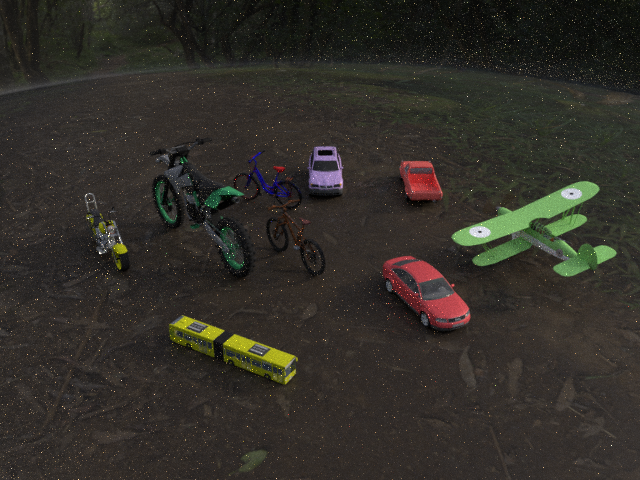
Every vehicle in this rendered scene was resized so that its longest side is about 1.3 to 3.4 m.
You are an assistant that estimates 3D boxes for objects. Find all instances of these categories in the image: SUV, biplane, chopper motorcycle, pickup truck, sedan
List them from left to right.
[{"bbox_3d":[-3.271,-0.130,10.711,0.466,0.761,1.563,-17,32,-29],"label":"chopper motorcycle"},{"bbox_3d":[0.099,-1.319,13.187,0.656,0.580,1.572,0,28,-1],"label":"SUV"},{"bbox_3d":[1.847,-1.134,12.908,0.640,0.511,1.603,0,28,-1],"label":"pickup truck"},{"bbox_3d":[1.425,0.657,9.504,0.635,0.483,1.613,-12,30,-22],"label":"sedan"},{"bbox_3d":[3.231,-0.035,10.293,2.598,0.981,2.120,-13,30,-23],"label":"biplane"}]

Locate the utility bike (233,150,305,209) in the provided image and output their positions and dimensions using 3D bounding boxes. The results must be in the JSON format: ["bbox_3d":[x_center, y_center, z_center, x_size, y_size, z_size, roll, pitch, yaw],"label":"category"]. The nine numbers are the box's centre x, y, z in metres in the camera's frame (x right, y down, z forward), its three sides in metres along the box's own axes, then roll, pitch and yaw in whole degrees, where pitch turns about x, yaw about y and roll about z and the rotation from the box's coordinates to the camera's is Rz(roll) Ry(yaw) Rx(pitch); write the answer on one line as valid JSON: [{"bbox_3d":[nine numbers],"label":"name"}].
[{"bbox_3d":[-0.937,-1.024,12.227,1.435,0.946,0.535,12,30,22],"label":"utility bike"}]

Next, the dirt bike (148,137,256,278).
[{"bbox_3d":[-1.873,-0.587,10.609,1.024,1.666,2.903,-21,34,-34],"label":"dirt bike"}]

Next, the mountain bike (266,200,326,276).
[{"bbox_3d":[-0.383,-0.054,10.451,0.573,0.868,1.469,-20,33,-33],"label":"mountain bike"}]

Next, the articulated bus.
[{"bbox_3d":[-1.074,1.311,8.459,1.749,0.289,0.311,15,31,27],"label":"articulated bus"}]
